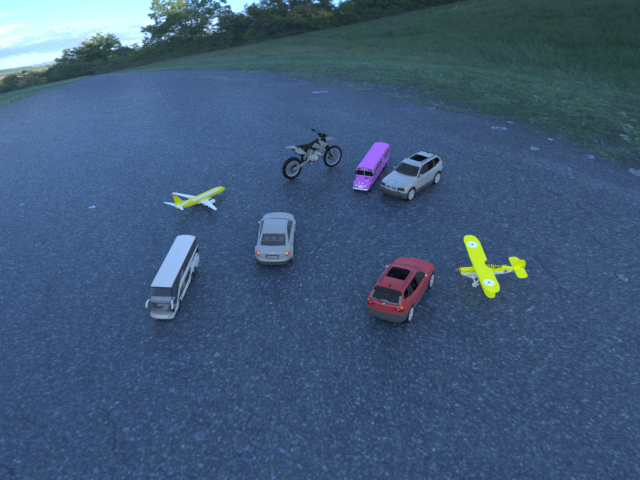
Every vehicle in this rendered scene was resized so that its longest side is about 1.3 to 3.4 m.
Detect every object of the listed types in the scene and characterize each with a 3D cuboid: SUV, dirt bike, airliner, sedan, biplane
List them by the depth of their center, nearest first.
[{"bbox_3d":[1.192,0.629,10.189,0.656,0.580,1.572,13,32,22],"label":"SUV"},{"bbox_3d":[2.574,0.456,10.577,1.090,0.504,1.336,-3,29,-5],"label":"biplane"},{"bbox_3d":[-0.729,-0.110,11.617,0.635,0.483,1.613,0,29,1],"label":"sedan"},{"bbox_3d":[-2.244,-0.860,13.024,1.161,0.429,1.307,21,35,32],"label":"airliner"},{"bbox_3d":[1.804,-1.288,13.640,0.656,0.580,1.572,21,35,33],"label":"SUV"},{"bbox_3d":[-0.151,-1.760,14.204,1.493,0.857,0.527,-20,35,-31],"label":"dirt bike"}]

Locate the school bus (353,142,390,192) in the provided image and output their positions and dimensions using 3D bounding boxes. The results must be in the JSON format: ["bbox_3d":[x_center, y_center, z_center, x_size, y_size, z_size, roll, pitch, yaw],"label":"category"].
[{"bbox_3d":[1.044,-1.482,14.138,0.365,0.434,1.708,9,30,16],"label":"school bus"}]

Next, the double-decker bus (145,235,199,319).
[{"bbox_3d":[-2.151,0.543,10.383,0.389,0.541,1.672,2,29,4],"label":"double-decker bus"}]
